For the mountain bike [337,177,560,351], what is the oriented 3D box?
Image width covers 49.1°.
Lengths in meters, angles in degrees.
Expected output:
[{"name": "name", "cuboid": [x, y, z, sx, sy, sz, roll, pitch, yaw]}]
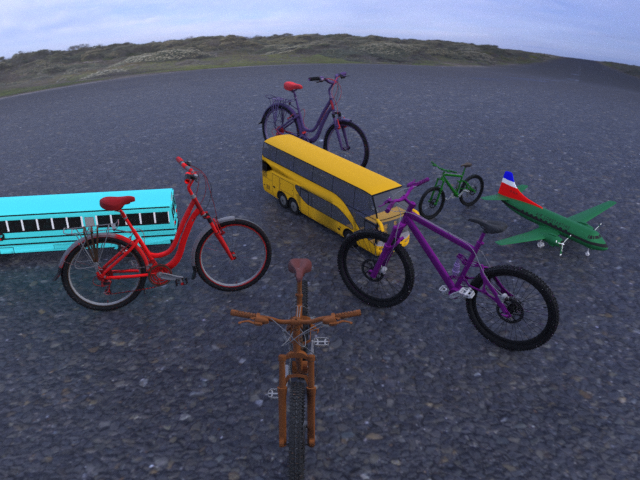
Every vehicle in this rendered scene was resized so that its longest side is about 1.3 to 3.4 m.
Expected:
[{"name": "mountain bike", "cuboid": [1.456, 0.309, 8.361, 2.857, 1.688, 1.114, 16, 31, 28]}]

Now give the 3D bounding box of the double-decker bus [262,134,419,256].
[{"name": "double-decker bus", "cuboid": [0.196, -0.759, 11.141, 0.756, 1.052, 3.251, -19, 33, -32]}]

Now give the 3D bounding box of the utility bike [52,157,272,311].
[{"name": "utility bike", "cuboid": [-2.015, -0.076, 8.947, 2.791, 1.839, 1.039, -8, 28, -15]}]

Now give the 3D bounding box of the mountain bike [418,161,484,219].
[{"name": "mountain bike", "cuboid": [2.189, -0.858, 11.537, 1.469, 0.868, 0.573, -18, 32, -31]}]

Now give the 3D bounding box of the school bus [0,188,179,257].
[{"name": "school bus", "cuboid": [-3.793, -0.216, 10.310, 3.322, 0.844, 0.709, -4, 27, -7]}]

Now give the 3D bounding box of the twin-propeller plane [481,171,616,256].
[{"name": "twin-propeller plane", "cuboid": [3.526, -0.406, 10.737, 2.663, 0.792, 2.129, -17, 32, -30]}]

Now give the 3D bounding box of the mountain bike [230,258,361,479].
[{"name": "mountain bike", "cuboid": [-0.205, 1.122, 6.775, 1.114, 1.688, 2.857, 0, 27, 0]}]

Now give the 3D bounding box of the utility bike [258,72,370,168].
[{"name": "utility bike", "cuboid": [-0.111, -2.336, 13.356, 2.791, 1.839, 1.039, 21, 34, 35]}]
